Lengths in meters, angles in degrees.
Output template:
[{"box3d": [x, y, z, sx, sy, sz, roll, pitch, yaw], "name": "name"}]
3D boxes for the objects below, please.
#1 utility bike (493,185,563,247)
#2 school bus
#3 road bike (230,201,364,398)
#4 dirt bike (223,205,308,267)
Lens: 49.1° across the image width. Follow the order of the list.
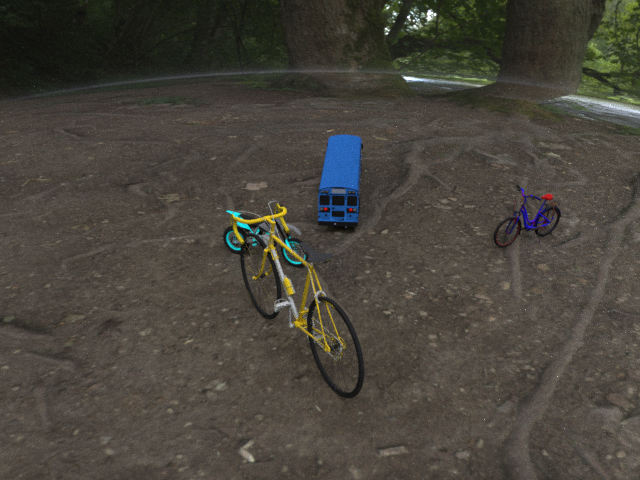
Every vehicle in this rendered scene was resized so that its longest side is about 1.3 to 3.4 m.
[{"box3d": [3.380, -0.380, 11.109, 1.435, 0.946, 0.535, -13, 29, -25], "name": "utility bike"}, {"box3d": [0.412, -1.190, 12.861, 0.709, 0.844, 3.322, 2, 26, 4], "name": "school bus"}, {"box3d": [-0.314, 0.606, 8.315, 0.697, 1.656, 3.004, -15, 30, -27], "name": "road bike"}, {"box3d": [-0.834, -0.082, 10.606, 1.493, 0.857, 0.527, 12, 29, 22], "name": "dirt bike"}]
